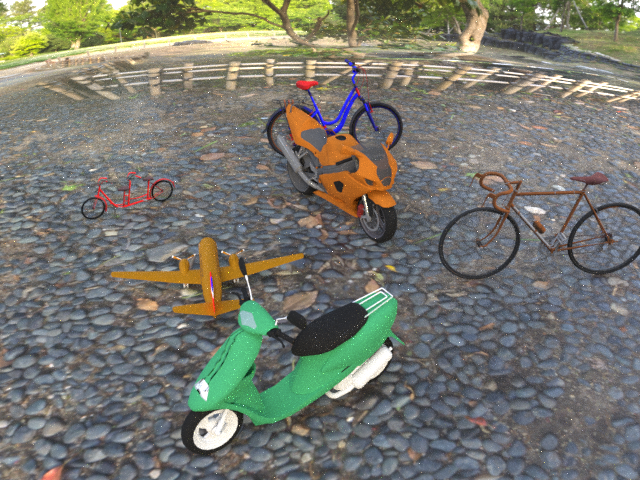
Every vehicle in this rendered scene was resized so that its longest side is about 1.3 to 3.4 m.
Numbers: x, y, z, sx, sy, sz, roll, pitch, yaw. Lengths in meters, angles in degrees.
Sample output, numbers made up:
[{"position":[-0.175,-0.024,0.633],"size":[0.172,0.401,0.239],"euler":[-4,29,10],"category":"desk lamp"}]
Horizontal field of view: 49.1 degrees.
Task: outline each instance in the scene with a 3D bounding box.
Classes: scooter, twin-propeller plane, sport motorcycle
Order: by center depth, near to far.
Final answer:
[{"position":[-0.222,1.119,7.288],"size":[2.721,1.786,1.288],"euler":[-18,34,-28],"category":"scooter"},{"position":[-1.503,0.385,9.564],"size":[2.663,0.792,2.129],"euler":[-5,30,-9],"category":"twin-propeller plane"},{"position":[0.292,-1.129,11.391],"size":[0.983,1.596,2.955],"euler":[-19,35,-29],"category":"sport motorcycle"}]

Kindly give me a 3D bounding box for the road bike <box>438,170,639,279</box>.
[{"position":[3.144,-0.189,9.696],"size":[3.004,1.656,0.697],"euler":[-2,30,-4],"category":"road bike"}]

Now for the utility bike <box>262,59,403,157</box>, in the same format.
[{"position":[0.238,-2.537,13.598],"size":[2.791,1.839,1.039],"euler":[-3,30,-5],"category":"utility bike"}]

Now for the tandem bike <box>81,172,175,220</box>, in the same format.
[{"position":[-3.214,-0.810,11.753],"size":[1.642,0.682,0.283],"euler":[-18,35,-29],"category":"tandem bike"}]
